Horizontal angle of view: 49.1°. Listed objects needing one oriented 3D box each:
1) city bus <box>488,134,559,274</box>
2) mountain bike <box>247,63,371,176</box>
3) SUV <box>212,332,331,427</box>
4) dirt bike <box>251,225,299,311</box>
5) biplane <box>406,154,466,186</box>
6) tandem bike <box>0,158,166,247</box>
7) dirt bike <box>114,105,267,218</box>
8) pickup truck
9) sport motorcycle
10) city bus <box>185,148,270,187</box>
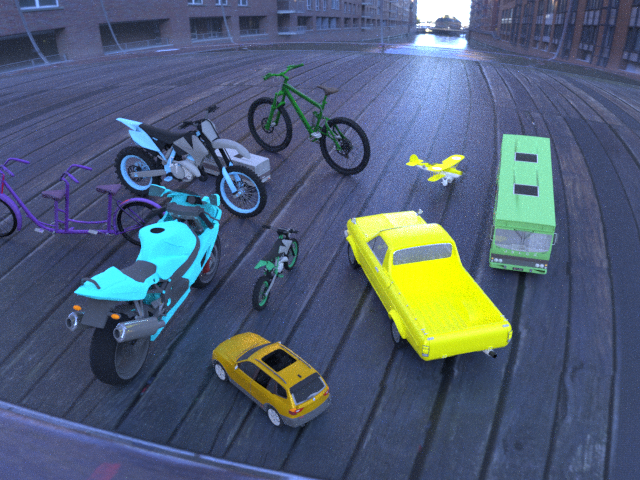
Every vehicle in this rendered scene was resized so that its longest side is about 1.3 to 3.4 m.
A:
[{"bbox_3d":[3.178,-0.642,11.022,0.926,0.894,3.255,7,31,12],"label":"city bus"},{"bbox_3d":[-0.262,-2.215,12.922,2.857,1.688,1.114,21,36,31],"label":"mountain bike"},{"bbox_3d":[-0.568,1.451,7.762,0.656,0.580,1.572,-25,39,-36],"label":"SUV"},{"bbox_3d":[-0.594,0.283,9.480,0.527,0.857,1.493,10,32,17],"label":"dirt bike"},{"bbox_3d":[2.097,-1.283,12.501,1.090,0.504,1.336,18,35,27],"label":"biplane"},{"bbox_3d":[-3.782,-0.531,10.407,3.192,1.326,0.550,3,31,6],"label":"tandem bike"},{"bbox_3d":[-2.170,-1.292,11.367,2.903,1.666,1.024,12,33,20],"label":"dirt bike"},{"bbox_3d":[1.281,0.414,9.124,1.244,0.993,3.117,-8,31,-13],"label":"pickup truck"},{"bbox_3d":[-1.937,0.424,8.510,0.983,1.596,2.955,10,32,16],"label":"sport motorcycle"},{"bbox_3d":[-1.697,-1.386,12.721,1.674,0.460,0.476,18,35,28],"label":"city bus"}]
